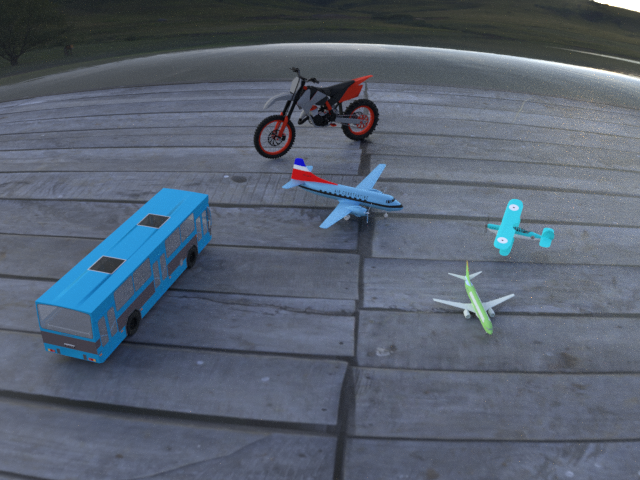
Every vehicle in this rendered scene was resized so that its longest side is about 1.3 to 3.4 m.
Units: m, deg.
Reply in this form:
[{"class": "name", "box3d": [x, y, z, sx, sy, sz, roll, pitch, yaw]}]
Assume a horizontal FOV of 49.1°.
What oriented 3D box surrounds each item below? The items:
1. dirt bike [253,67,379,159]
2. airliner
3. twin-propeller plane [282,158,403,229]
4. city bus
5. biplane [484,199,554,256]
[{"class": "dirt bike", "box3d": [-0.020, -2.599, 14.108, 2.903, 1.666, 1.024, -16, 34, -25]}, {"class": "airliner", "box3d": [2.173, 0.794, 9.636, 1.161, 0.429, 1.307, -3, 31, -5]}, {"class": "twin-propeller plane", "box3d": [0.443, -0.895, 12.109, 2.129, 0.792, 2.663, 14, 33, 22]}, {"class": "city bus", "box3d": [-2.578, 0.398, 9.844, 0.926, 0.894, 3.255, 9, 32, 15]}, {"class": "biplane", "box3d": [3.131, -0.107, 11.070, 1.090, 0.504, 1.336, 12, 33, 20]}]
